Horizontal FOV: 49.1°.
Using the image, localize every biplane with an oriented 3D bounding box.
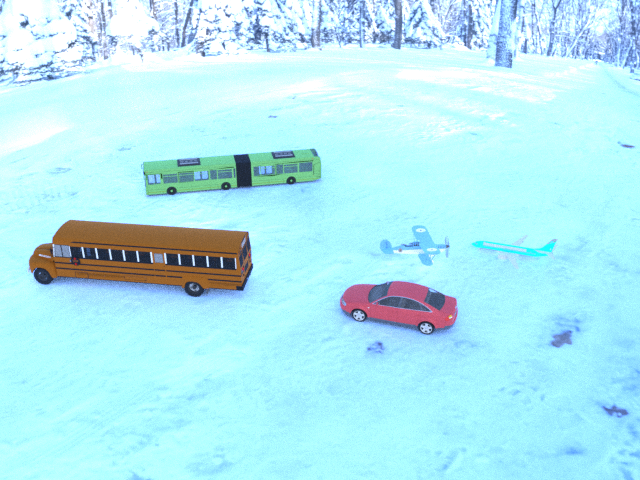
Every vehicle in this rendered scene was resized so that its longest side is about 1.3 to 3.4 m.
[{"bbox_3d":[1.466,0.120,10.852,1.090,0.504,1.336,-1,28,-3],"label":"biplane"}]

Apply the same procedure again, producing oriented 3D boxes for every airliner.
[{"bbox_3d":[3.051,0.067,11.028,1.307,0.429,1.161,11,30,19],"label":"airliner"}]

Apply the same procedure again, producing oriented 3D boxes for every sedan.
[{"bbox_3d":[1.066,0.843,9.539,1.613,0.483,0.635,9,30,16],"label":"sedan"}]

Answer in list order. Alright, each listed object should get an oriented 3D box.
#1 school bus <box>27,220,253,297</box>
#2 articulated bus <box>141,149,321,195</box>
[{"bbox_3d":[-2.685,0.234,10.286,3.322,0.844,0.709,4,29,7],"label":"school bus"},{"bbox_3d":[-1.680,-1.320,13.449,3.401,0.561,0.605,-6,29,-11],"label":"articulated bus"}]
